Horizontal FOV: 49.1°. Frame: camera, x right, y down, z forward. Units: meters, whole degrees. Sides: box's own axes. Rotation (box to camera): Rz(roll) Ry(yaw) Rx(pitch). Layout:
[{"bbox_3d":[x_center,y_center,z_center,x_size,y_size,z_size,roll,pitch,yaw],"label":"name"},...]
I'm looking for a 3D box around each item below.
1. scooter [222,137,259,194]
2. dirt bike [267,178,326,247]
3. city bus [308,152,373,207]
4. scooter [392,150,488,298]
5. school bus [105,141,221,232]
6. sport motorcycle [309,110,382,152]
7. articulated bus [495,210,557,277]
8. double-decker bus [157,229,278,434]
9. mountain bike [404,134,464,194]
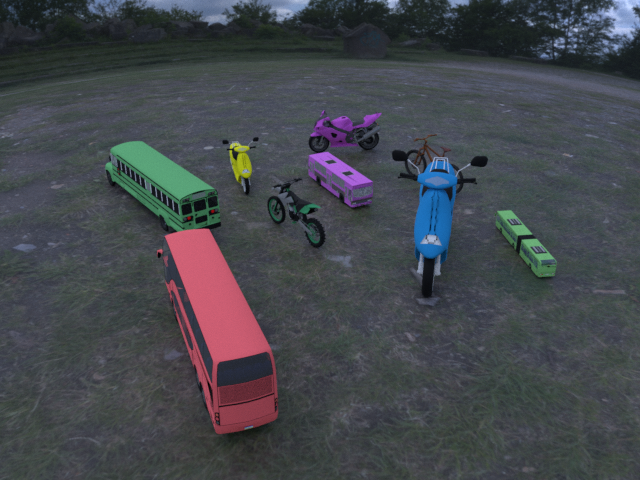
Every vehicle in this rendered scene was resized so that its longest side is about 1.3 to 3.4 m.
[{"bbox_3d":[-1.463,-1.479,12.867,0.662,0.919,1.399,-7,28,-14],"label":"scooter"},{"bbox_3d":[-0.404,-0.471,11.002,0.527,0.857,1.493,-20,34,-33],"label":"dirt bike"},{"bbox_3d":[0.345,-1.088,12.614,0.476,0.460,1.674,-14,30,-24],"label":"city bus"},{"bbox_3d":[1.668,-0.518,10.088,1.288,1.786,2.721,5,28,10],"label":"scooter"},{"bbox_3d":[-2.809,-0.969,11.971,0.709,0.844,3.322,-19,33,-32],"label":"school bus"},{"bbox_3d":[0.513,-2.221,14.395,1.520,0.821,0.506,-5,28,-9],"label":"sport motorcycle"},{"bbox_3d":[3.104,0.026,10.664,0.311,0.289,1.749,-4,28,-7],"label":"articulated bus"},{"bbox_3d":[-1.277,0.873,8.216,0.756,1.052,3.251,-10,29,-18],"label":"double-decker bus"},{"bbox_3d":[2.073,-1.395,12.760,0.573,0.868,1.469,-19,33,-32],"label":"mountain bike"}]
